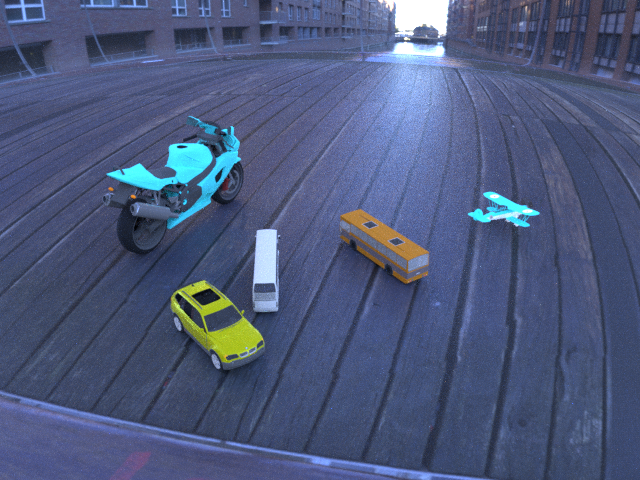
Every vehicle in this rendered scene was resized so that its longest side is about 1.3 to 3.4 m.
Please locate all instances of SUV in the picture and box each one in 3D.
[{"bbox_3d":[-1.331,1.033,8.892,0.656,0.580,1.572,-21,36,-32],"label":"SUV"}]

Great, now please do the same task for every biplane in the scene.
[{"bbox_3d":[2.988,-0.451,11.574,1.090,0.504,1.336,-11,32,-19],"label":"biplane"}]

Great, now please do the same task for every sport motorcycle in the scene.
[{"bbox_3d":[-2.213,-0.936,11.323,0.983,1.596,2.955,17,34,28],"label":"sport motorcycle"}]

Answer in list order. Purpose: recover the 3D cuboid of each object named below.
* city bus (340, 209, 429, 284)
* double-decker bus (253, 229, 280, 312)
[{"bbox_3d":[0.946,0.091,10.667,0.476,0.460,1.674,-19,35,-29],"label":"city bus"},{"bbox_3d":[-0.769,0.390,10.060,0.389,0.541,1.672,-1,30,-2],"label":"double-decker bus"}]
